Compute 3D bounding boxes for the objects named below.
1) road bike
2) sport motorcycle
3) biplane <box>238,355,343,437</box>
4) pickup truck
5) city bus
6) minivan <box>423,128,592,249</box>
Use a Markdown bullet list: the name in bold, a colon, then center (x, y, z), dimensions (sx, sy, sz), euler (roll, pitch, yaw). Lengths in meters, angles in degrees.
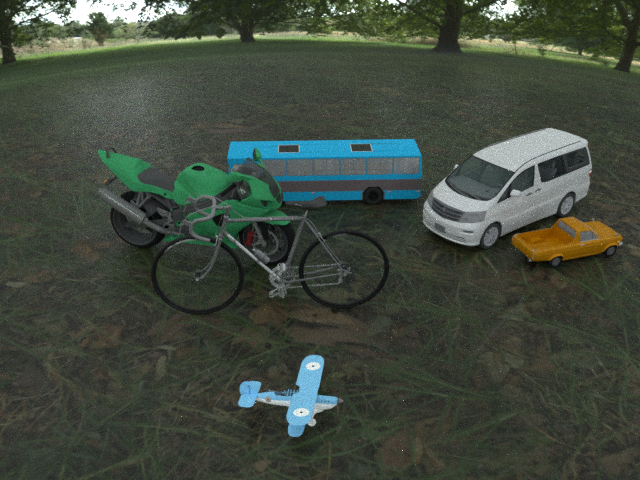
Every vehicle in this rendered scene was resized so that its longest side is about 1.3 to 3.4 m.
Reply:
- **road bike**: center (-0.614, 0.200, 8.733), dimensions (3.004, 1.656, 0.697), euler (-2, 29, -4)
- **sport motorcycle**: center (-1.762, -0.489, 10.059), dimensions (2.955, 1.596, 0.983), euler (8, 29, 14)
- **biplane**: center (-0.297, 1.636, 7.301), dimensions (1.090, 0.504, 1.336), euler (3, 29, 6)
- **pickup truck**: center (3.655, -0.017, 10.327), dimensions (1.603, 0.511, 0.640), euler (-9, 30, -17)
- **city bus**: center (0.070, -1.159, 12.021), dimensions (3.255, 0.894, 0.926), euler (-1, 29, -2)
- **minivan**: center (3.023, -0.881, 11.196), dimensions (3.011, 1.197, 1.324), euler (-19, 34, -31)
